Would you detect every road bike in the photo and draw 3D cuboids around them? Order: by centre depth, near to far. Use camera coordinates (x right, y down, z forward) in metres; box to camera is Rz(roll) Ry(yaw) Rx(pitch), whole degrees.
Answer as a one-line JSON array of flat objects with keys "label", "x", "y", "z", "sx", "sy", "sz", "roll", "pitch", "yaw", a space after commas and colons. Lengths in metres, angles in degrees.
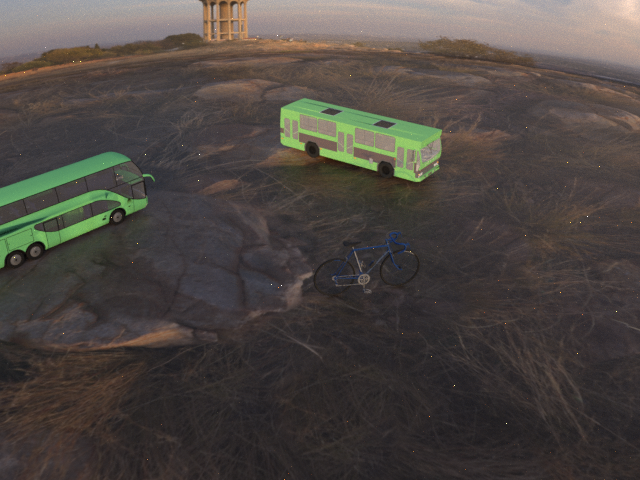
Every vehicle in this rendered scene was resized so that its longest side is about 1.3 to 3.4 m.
[{"label": "road bike", "x": 0.659, "y": 0.339, "z": 9.629, "sx": 1.545, "sy": 0.852, "sz": 0.358, "roll": -7, "pitch": 30, "yaw": -13}]

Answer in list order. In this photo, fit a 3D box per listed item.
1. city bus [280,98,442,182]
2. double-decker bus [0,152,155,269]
[{"label": "city bus", "x": 0.732, "y": -1.959, "z": 13.691, "sx": 3.255, "sy": 0.894, "sz": 0.926, "roll": 20, "pitch": 35, "yaw": 31}, {"label": "double-decker bus", "x": -4.111, "y": -0.500, "z": 10.923, "sx": 0.756, "sy": 1.052, "sz": 3.251, "roll": 22, "pitch": 36, "yaw": 34}]
